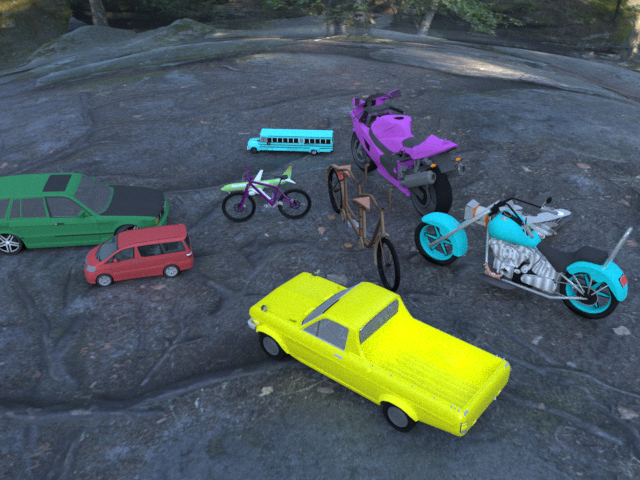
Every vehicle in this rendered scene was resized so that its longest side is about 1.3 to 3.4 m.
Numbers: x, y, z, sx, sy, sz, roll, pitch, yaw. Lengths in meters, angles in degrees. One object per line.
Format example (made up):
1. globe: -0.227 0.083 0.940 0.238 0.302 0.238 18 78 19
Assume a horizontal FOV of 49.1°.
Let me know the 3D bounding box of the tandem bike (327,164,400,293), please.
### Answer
1. tandem bike: 0.605 -0.483 10.589 0.550 1.326 3.192 -9 33 -14

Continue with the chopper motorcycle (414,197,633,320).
1. chopper motorcycle: 2.684 0.051 9.574 3.040 1.480 0.906 22 38 32

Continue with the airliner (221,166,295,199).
1. airliner: -1.109 -1.060 12.381 1.307 0.429 1.161 -6 32 -10

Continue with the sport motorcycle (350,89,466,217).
1. sport motorcycle: 1.351 -1.514 12.005 0.983 1.596 2.955 -16 35 -24

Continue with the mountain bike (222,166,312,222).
1. mountain bike: -0.869 -0.698 11.374 1.469 0.868 0.573 -3 32 -5

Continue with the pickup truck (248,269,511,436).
1. pickup truck: 0.604 1.175 8.213 3.117 0.993 1.244 23 38 32

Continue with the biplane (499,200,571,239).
1. biplane: 3.342 -0.317 11.102 1.336 0.504 1.090 -18 36 -27

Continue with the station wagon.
1. station wagon: -3.969 -0.503 11.007 3.105 0.920 1.327 -3 32 -5

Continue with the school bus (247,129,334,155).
1. school bus: -0.585 -1.944 13.812 1.708 0.434 0.365 2 32 3

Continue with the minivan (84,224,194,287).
1. minivan: -2.639 0.197 10.162 1.548 0.616 0.681 -8 32 -12
